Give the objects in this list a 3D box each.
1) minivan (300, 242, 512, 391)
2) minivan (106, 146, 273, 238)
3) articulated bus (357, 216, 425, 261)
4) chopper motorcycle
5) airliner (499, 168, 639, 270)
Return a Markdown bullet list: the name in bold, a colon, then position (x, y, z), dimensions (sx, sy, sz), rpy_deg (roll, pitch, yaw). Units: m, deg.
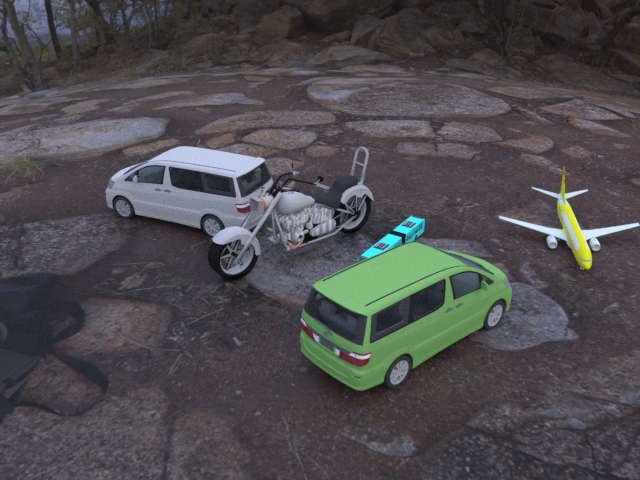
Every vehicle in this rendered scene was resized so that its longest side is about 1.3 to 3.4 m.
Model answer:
- **minivan**: position (1.188, 0.741, 8.765), dimensions (3.011, 1.197, 1.324), rpy_deg (-22, 34, -36)
- **minivan**: position (-2.302, -0.943, 12.073), dimensions (3.011, 1.197, 1.324), rpy_deg (12, 29, 22)
- **articulated bus**: position (1.170, 0.054, 11.116), dimensions (0.311, 0.289, 1.749), rpy_deg (17, 31, 29)
- **chopper motorcycle**: position (-0.375, -0.447, 10.786), dimensions (3.040, 1.480, 0.906), rpy_deg (-20, 33, -34)
- **airliner**: position (4.102, -0.359, 11.324), dimensions (2.257, 0.835, 2.541), rpy_deg (3, 27, 6)
